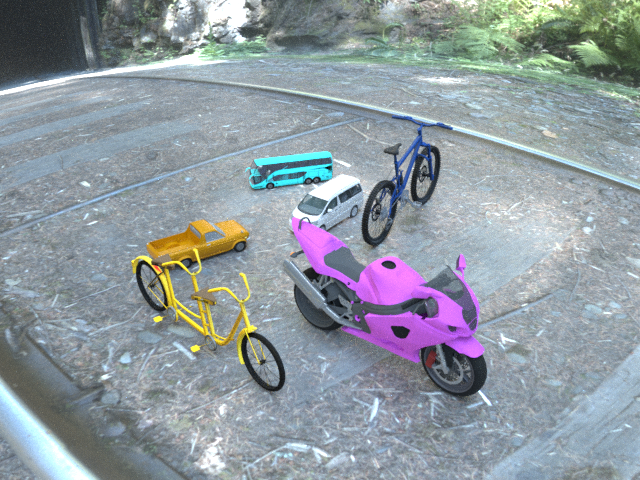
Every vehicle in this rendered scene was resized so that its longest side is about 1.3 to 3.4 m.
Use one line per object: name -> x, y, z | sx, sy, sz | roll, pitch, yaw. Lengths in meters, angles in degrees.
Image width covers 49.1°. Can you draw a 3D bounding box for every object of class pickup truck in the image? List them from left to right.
pickup truck -> -1.924, 0.007, 11.147 | 1.603, 0.511, 0.640 | -18, 34, -29

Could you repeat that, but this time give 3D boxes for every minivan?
minivan -> 0.114, -0.597, 12.112 | 0.681, 0.616, 1.548 | 21, 36, 33

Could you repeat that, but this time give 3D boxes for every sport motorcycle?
sport motorcycle -> 0.769, 0.787, 8.653 | 2.955, 1.596, 0.983 | 23, 37, 35

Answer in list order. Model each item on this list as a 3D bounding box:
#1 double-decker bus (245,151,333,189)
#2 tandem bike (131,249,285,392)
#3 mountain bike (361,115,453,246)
double-decker bus -> -0.581, -1.339, 13.508 | 1.672, 0.541, 0.389 | -8, 30, -14
tandem bike -> -1.531, 0.792, 8.919 | 0.550, 1.326, 3.192 | -26, 38, -38
mountain bike -> 1.451, -1.065, 11.851 | 1.114, 1.688, 2.857 | 17, 34, 28
